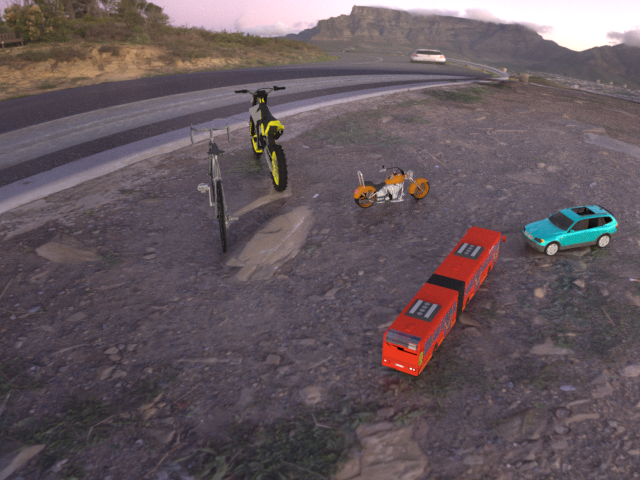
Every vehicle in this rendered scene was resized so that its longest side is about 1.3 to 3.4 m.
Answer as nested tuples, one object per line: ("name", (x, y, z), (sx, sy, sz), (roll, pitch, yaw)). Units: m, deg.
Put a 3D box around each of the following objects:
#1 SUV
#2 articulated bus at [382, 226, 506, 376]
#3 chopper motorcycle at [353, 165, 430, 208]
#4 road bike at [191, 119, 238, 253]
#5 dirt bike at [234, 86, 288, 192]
("SUV", (4.083, -0.197, 11.424), (1.572, 0.580, 0.656), (-8, 28, -15))
("articulated bus", (1.782, 0.714, 9.675), (0.605, 0.561, 3.401), (14, 30, 26))
("chopper motorcycle", (1.330, -1.012, 12.809), (1.563, 0.761, 0.466), (-12, 30, -22))
("road bike", (-1.753, -1.007, 11.822), (0.696, 1.656, 3.004), (-5, 28, -10))
("dirt bike", (-1.096, -2.148, 14.026), (1.024, 1.666, 2.903), (-8, 28, -15))
